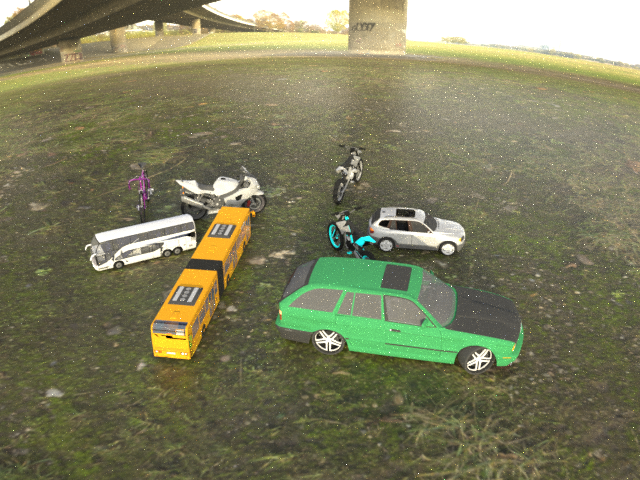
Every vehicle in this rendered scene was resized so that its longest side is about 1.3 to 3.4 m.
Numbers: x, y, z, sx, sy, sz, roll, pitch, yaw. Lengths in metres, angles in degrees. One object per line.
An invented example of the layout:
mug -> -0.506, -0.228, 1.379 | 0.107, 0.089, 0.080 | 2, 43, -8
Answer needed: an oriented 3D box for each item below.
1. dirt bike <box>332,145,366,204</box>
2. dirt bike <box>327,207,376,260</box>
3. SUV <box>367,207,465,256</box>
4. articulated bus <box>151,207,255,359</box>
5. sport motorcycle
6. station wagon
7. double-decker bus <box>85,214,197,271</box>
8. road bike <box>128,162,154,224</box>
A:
dirt bike -> 0.530, -1.272, 12.927 | 0.527, 0.857, 1.493 | 11, 31, 19
dirt bike -> 0.476, -0.006, 10.623 | 0.527, 0.857, 1.493 | -14, 32, -24
SUV -> 1.541, -0.176, 11.220 | 1.572, 0.580, 0.656 | 4, 29, 7
articulated bus -> -1.596, 0.473, 10.059 | 0.605, 0.561, 3.401 | 4, 29, 7
sport motorcycle -> -1.678, -0.771, 12.053 | 1.520, 0.821, 0.506 | -7, 29, -12
station wagon -> 1.029, 0.864, 8.976 | 3.105, 0.920, 1.327 | 6, 29, 11
double-decker bus -> -2.754, 0.041, 10.865 | 1.672, 0.541, 0.389 | -14, 32, -24
road bike -> -3.075, -0.867, 12.195 | 0.358, 0.852, 1.545 | -4, 29, -7
